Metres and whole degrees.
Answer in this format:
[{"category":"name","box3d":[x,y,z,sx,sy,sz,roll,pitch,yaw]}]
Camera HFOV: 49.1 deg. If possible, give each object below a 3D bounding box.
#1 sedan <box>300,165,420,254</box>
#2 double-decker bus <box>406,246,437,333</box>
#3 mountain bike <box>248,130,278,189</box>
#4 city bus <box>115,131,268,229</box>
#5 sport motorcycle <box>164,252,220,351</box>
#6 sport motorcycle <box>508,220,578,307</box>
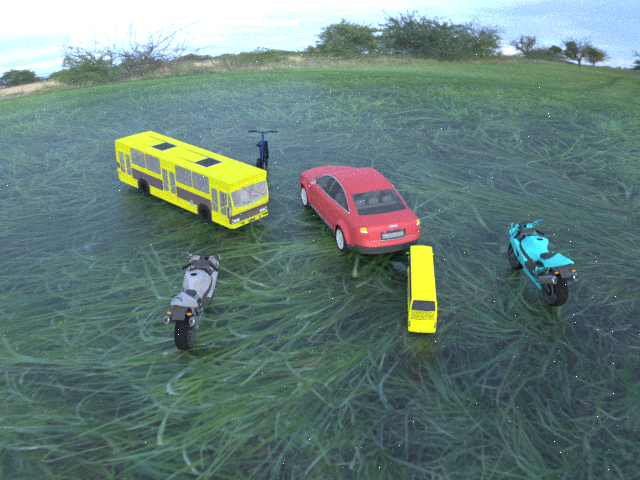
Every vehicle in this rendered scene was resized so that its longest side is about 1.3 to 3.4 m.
[{"category":"sedan","box3d":[0.557,-0.700,11.447,1.235,0.940,3.137,-9,28,-17]},{"category":"double-decker bus","box3d":[1.339,0.598,9.266,0.389,0.541,1.672,3,26,5]},{"category":"mountain bike","box3d":[-1.100,-1.573,13.296,0.573,0.868,1.469,1,26,2]},{"category":"city bus","box3d":[-2.309,-1.076,12.260,3.255,0.894,0.926,22,34,37]},{"category":"sport motorcycle","box3d":[-1.555,0.709,8.724,0.506,0.821,1.520,3,26,5]},{"category":"sport motorcycle","box3d":[2.988,0.276,9.602,0.506,0.821,1.520,-6,27,-12]}]
